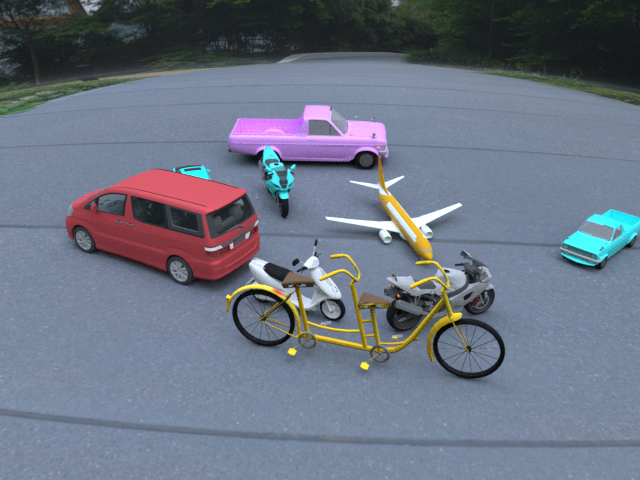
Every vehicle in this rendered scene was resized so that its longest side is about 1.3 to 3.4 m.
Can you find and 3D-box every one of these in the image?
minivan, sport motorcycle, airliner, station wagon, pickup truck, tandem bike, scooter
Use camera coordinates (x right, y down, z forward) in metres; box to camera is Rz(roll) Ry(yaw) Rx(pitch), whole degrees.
[{"bbox_3d":[-2.353,-0.337,10.095,3.011,1.197,1.324,15,31,27],"label":"minivan"},{"bbox_3d":[-0.735,-1.005,11.814,0.506,0.821,1.520,-7,28,-13],"label":"sport motorcycle"},{"bbox_3d":[1.259,-0.499,10.810,2.257,0.835,2.541,-6,28,-12],"label":"airliner"},{"bbox_3d":[1.494,0.652,8.575,1.520,0.821,0.506,-9,29,-18],"label":"sport motorcycle"},{"bbox_3d":[-2.212,-1.032,12.248,0.682,0.473,1.597,-8,28,-15],"label":"station wagon"},{"bbox_3d":[4.204,-0.091,10.368,1.603,0.511,0.640,-24,36,-39],"label":"pickup truck"},{"bbox_3d":[0.441,0.796,7.742,3.192,1.326,0.550,7,28,14],"label":"tandem bike"},{"bbox_3d":[-0.321,0.491,8.784,1.399,0.919,0.662,12,30,22],"label":"scooter"},{"bbox_3d":[-0.207,-2.063,13.693,3.117,0.993,1.244,1,27,3],"label":"pickup truck"}]
